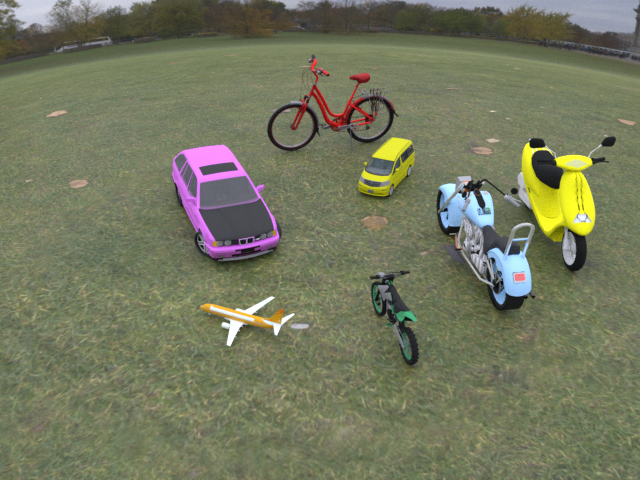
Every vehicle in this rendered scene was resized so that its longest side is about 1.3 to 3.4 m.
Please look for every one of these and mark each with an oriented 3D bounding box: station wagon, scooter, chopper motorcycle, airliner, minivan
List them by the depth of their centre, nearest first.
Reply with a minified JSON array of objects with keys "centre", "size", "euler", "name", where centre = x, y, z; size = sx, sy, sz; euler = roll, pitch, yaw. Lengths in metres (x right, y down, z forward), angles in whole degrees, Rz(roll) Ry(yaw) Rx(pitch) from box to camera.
[{"centre":[-1.021,0.929,9.121],"size":[1.307,0.429,1.161],"euler":[13,33,21],"name":"airliner"},{"centre":[2.293,-0.237,10.087],"size":[0.906,1.480,3.040],"euler":[-5,30,-8],"name":"chopper motorcycle"},{"centre":[3.666,-0.873,10.880],"size":[1.288,1.786,2.721],"euler":[-2,30,-3],"name":"scooter"},{"centre":[-1.622,-0.739,11.512],"size":[1.327,0.920,3.105],"euler":[-11,32,-18],"name":"station wagon"},{"centre":[1.237,-1.344,12.862],"size":[0.681,0.616,1.548],"euler":[14,33,23],"name":"minivan"}]

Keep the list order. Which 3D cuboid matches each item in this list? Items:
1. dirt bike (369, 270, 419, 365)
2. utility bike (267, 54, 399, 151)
[{"centre":[0.921,0.867,8.802],"size":[0.527,0.857,1.493],"euler":[-8,31,-14],"name":"dirt bike"},{"centre":[0.322,-2.667,13.926],"size":[2.791,1.839,1.039],"euler":[-8,31,-14],"name":"utility bike"}]
